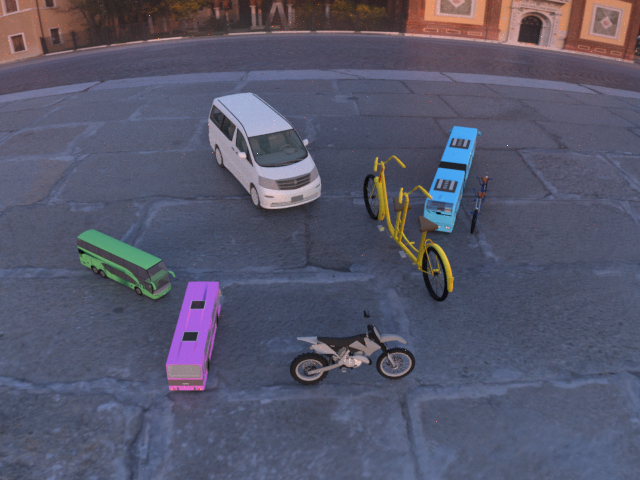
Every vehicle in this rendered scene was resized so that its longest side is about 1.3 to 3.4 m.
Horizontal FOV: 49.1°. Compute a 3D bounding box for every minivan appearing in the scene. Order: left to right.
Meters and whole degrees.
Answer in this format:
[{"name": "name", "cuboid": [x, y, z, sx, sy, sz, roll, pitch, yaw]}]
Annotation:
[{"name": "minivan", "cuboid": [-1.060, -1.661, 12.725, 1.324, 1.197, 3.011, -15, 35, -23]}]

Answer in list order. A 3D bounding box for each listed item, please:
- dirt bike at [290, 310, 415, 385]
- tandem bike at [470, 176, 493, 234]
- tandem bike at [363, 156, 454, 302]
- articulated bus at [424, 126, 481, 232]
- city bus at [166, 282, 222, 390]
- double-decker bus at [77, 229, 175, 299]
[{"name": "dirt bike", "cuboid": [0.388, 1.326, 8.186, 1.493, 0.857, 0.527, -2, 32, -4]}, {"name": "tandem bike", "cuboid": [2.682, -0.716, 11.679, 0.283, 0.682, 1.642, 10, 33, 16]}, {"name": "tandem bike", "cuboid": [1.242, -0.331, 10.436, 0.550, 1.326, 3.192, -10, 33, -15]}, {"name": "articulated bus", "cuboid": [2.381, -1.176, 12.544, 0.605, 0.561, 3.401, 9, 33, 14]}, {"name": "city bus", "cuboid": [-1.558, 1.184, 8.797, 0.476, 0.460, 1.674, 0, 32, 0]}, {"name": "double-decker bus", "cuboid": [-2.818, 0.350, 10.077, 1.672, 0.541, 0.389, 20, 37, 29]}]
